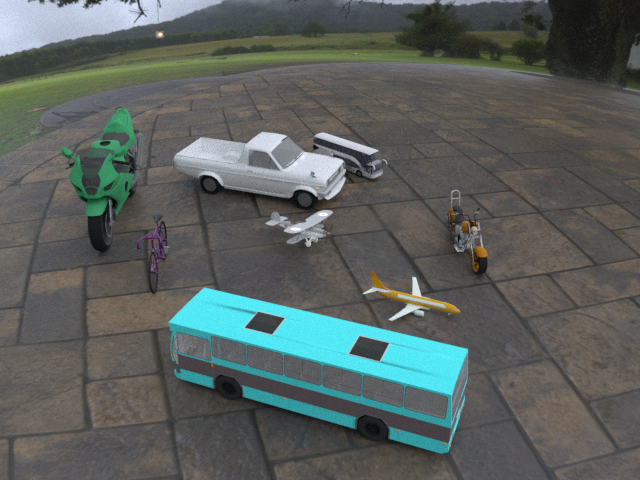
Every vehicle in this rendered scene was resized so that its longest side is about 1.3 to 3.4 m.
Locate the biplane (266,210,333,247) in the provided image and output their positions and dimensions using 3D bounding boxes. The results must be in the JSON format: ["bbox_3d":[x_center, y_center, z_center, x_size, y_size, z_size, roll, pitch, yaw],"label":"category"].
[{"bbox_3d":[-0.310,-0.209,11.188,1.090,0.504,1.336,14,32,25],"label":"biplane"}]

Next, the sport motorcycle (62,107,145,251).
[{"bbox_3d":[-3.472,-1.077,11.640,0.983,1.596,2.955,-2,29,-3],"label":"sport motorcycle"}]

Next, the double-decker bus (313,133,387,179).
[{"bbox_3d":[0.554,-1.656,13.807,1.672,0.541,0.389,24,37,37],"label":"double-decker bus"}]

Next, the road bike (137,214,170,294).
[{"bbox_3d":[-2.374,0.122,10.218,0.358,0.852,1.545,-1,29,-3],"label":"road bike"}]

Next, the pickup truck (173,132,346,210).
[{"bbox_3d":[-1.110,-1.406,12.875,3.117,0.993,1.244,10,30,18],"label":"pickup truck"}]

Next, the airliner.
[{"bbox_3d":[1.274,0.736,9.532,1.307,0.429,1.161,11,31,20],"label":"airliner"}]

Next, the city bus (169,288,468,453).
[{"bbox_3d":[-0.059,1.418,7.794,3.255,0.894,0.926,11,30,19],"label":"city bus"}]

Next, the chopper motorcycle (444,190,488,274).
[{"bbox_3d":[2.269,-0.139,10.792,0.466,0.761,1.563,-4,29,-7],"label":"chopper motorcycle"}]
